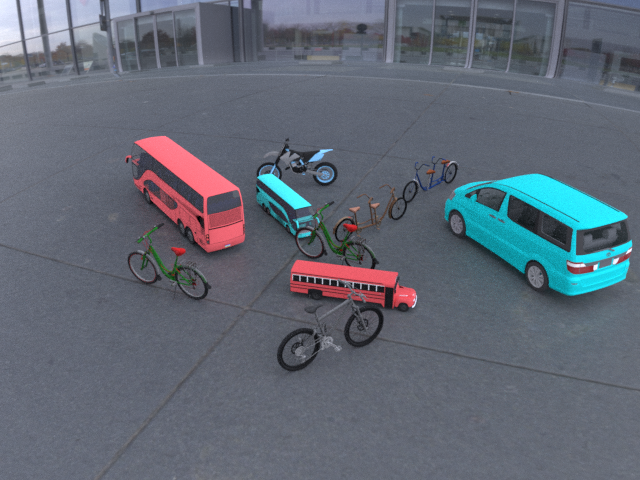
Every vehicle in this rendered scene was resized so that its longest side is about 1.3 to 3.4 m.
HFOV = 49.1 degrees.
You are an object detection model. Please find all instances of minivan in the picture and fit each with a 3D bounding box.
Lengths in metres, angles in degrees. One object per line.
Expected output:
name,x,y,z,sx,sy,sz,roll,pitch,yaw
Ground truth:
minivan,3.101,-0.303,10.377,1.324,1.197,3.011,-13,31,-23

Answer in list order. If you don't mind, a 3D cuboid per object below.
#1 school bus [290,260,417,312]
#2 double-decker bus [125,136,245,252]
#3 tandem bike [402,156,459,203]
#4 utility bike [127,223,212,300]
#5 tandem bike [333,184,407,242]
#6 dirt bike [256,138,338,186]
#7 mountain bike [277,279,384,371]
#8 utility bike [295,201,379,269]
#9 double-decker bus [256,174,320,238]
school bus,0.456,0.608,9.470,1.708,0.434,0.365,7,29,13
double-decker bus,-2.283,-0.857,11.580,0.756,1.052,3.251,-17,32,-29
tandem bike,2.014,-1.171,12.568,0.283,0.682,1.642,25,37,38
utility bike,-2.102,0.330,9.449,1.435,0.946,0.535,14,31,25
tandem bike,0.828,-0.455,11.215,1.642,0.682,0.283,-22,35,-35
dirt bike,-0.419,-1.378,12.772,1.493,0.857,0.527,-1,28,-2
mountain bike,0.148,1.023,8.223,1.469,0.868,0.573,-16,32,-27
utility bike,0.198,-0.001,10.074,1.435,0.946,0.535,17,32,28
double-decker bus,-0.575,-0.565,11.573,0.389,0.541,1.672,-14,31,-25
